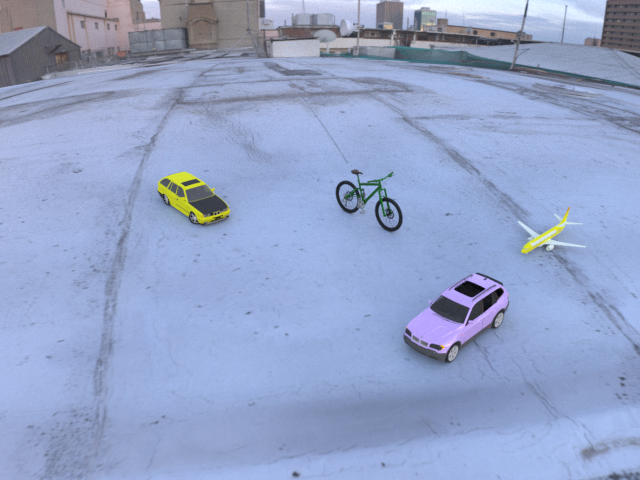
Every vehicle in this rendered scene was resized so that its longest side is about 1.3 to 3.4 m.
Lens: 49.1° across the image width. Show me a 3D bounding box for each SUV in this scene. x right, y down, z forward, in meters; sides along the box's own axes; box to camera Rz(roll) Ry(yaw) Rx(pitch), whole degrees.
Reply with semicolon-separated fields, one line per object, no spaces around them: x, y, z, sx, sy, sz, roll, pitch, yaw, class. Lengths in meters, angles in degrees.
1.690;0.899;8.546;1.572;0.580;0.656;-25;37;-39;SUV

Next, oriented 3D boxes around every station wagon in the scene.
-2.133;-0.741;11.753;0.682;0.473;1.597;-20;34;-33;station wagon

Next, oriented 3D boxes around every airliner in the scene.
3.451;-0.135;10.656;1.307;0.429;1.161;-24;36;-37;airliner

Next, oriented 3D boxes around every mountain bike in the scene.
0.770;-0.692;11.239;0.573;0.868;1.469;-23;36;-37;mountain bike
